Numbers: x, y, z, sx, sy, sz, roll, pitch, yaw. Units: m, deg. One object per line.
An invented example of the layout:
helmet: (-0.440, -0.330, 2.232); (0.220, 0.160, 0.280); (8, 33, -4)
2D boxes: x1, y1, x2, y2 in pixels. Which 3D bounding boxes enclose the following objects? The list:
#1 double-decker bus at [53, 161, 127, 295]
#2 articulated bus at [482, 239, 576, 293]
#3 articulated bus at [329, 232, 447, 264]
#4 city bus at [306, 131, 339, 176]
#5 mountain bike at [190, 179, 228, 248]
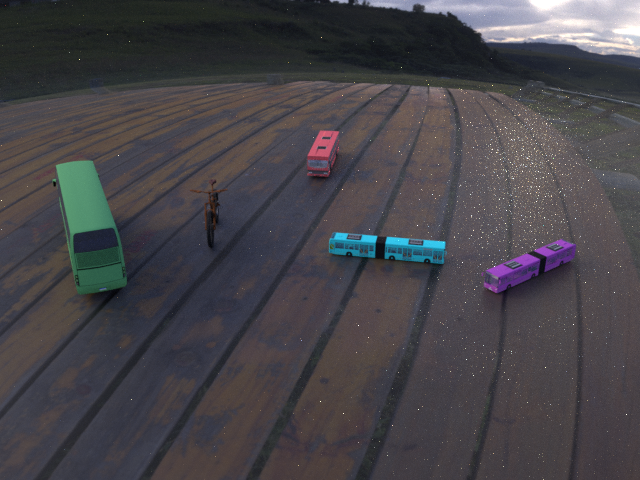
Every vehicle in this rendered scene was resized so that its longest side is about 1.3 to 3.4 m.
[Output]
double-decker bus: (-3.517, -0.314, 10.549); (0.756, 1.052, 3.251); (-10, 28, -20)
articulated bus: (3.027, 0.358, 10.042); (1.749, 0.289, 0.311); (-18, 31, -32)
articulated bus: (1.017, 0.121, 10.529); (1.749, 0.289, 0.311); (5, 26, 10)
city bus: (0.081, -1.745, 14.169); (0.476, 0.460, 1.674); (4, 26, 8)
mountain bike: (-1.716, -0.500, 11.143); (0.573, 0.868, 1.469); (-1, 26, -3)
